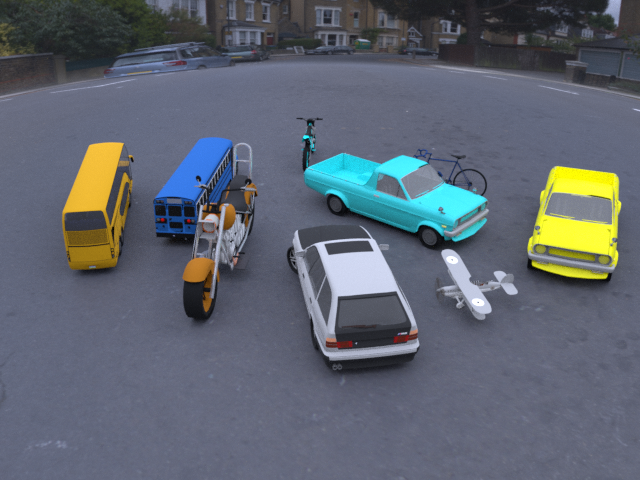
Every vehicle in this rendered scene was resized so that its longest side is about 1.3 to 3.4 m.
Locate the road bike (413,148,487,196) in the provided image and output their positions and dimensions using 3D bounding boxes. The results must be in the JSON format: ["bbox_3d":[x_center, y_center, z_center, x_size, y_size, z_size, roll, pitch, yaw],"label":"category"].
[{"bbox_3d":[2.184,-1.158,12.375,1.545,0.852,0.358,9,29,17],"label":"road bike"}]

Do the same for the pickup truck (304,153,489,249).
[{"bbox_3d":[1.205,-0.838,11.597,3.117,0.993,1.244,22,34,36],"label":"pickup truck"}]

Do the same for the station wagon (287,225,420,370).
[{"bbox_3d":[0.355,0.460,9.151,1.327,0.920,3.105,-4,28,-8],"label":"station wagon"}]

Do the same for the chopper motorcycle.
[{"bbox_3d":[-1.376,-0.211,9.845,0.906,1.480,3.040,4,27,7],"label":"chopper motorcycle"}]

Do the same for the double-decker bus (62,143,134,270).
[{"bbox_3d":[-3.483,-0.661,11.188,0.756,1.052,3.251,-4,27,-8],"label":"double-decker bus"}]

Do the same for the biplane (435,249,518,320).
[{"bbox_3d":[2.061,0.635,9.266,1.090,0.504,1.336,-6,28,-11],"label":"biplane"}]

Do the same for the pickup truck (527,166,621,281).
[{"bbox_3d":[3.996,-0.439,10.820,1.244,0.993,3.117,10,29,19],"label":"pickup truck"}]

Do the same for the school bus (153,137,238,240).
[{"bbox_3d":[-2.038,-1.012,12.099,0.709,0.844,3.322,2,27,5],"label":"school bus"}]

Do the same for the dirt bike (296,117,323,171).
[{"bbox_3d":[-0.224,-1.975,13.958,0.527,0.857,1.493,3,27,6],"label":"dirt bike"}]
